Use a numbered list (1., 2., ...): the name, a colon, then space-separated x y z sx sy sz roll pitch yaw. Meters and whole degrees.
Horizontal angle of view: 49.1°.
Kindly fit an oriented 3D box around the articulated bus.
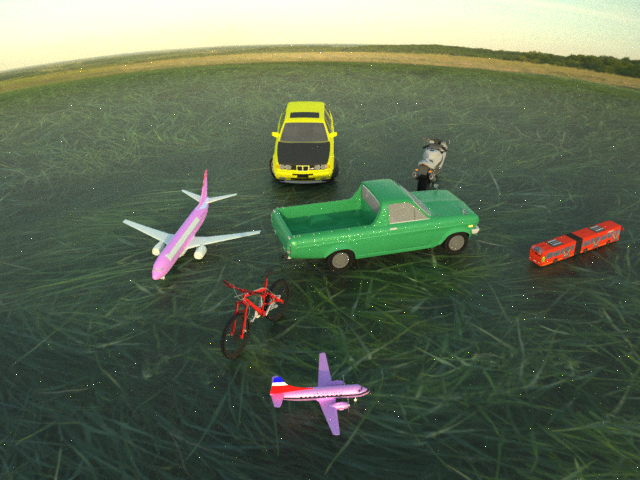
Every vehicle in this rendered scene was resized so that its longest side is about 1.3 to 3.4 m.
1. articulated bus: 3.953 0.043 10.778 1.749 0.289 0.311 -15 31 -27

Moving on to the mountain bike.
1. mountain bike: -0.784 0.828 8.665 0.573 0.868 1.469 15 31 26

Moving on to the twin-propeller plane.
1. twin-propeller plane: 0.003 1.628 7.639 1.095 0.407 1.370 -3 28 -5

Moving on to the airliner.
1. airliner: -2.090 -0.251 10.751 2.257 0.835 2.541 5 28 9

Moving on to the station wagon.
1. station wagon: -0.306 -2.063 14.104 1.327 0.920 3.105 0 28 0

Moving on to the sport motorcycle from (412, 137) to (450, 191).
1. sport motorcycle: 2.029 -1.349 12.853 0.506 0.821 1.520 10 29 18

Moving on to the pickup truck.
1. pickup truck: 0.851 -0.325 10.722 3.117 0.993 1.244 -8 29 -15
